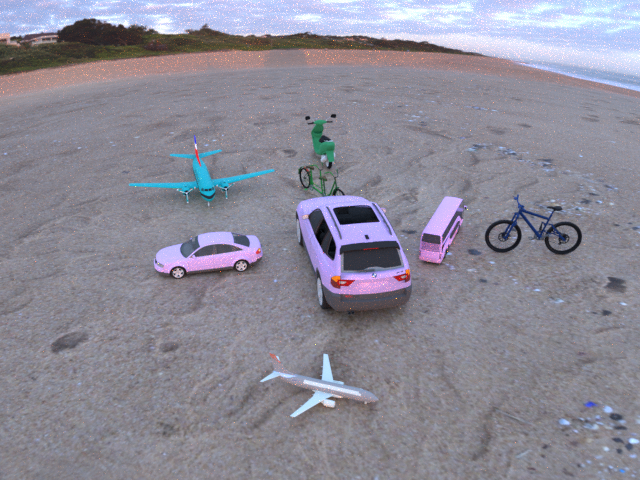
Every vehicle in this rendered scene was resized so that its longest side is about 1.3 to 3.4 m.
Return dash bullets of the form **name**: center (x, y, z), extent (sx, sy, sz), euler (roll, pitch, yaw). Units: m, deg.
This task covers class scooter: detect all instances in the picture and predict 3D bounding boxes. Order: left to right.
- **scooter**: center (0.056, -2.074, 14.383), extent (0.662, 0.919, 1.399), euler (-7, 28, -13)

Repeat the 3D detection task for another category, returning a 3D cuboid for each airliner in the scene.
- **airliner**: center (0.027, 1.556, 7.821), extent (1.307, 0.429, 1.161), euler (9, 28, 16)

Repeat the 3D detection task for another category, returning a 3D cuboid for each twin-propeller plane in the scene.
- **twin-propeller plane**: center (-2.191, -1.285, 12.980), extent (2.663, 0.792, 2.129), euler (-7, 28, -14)

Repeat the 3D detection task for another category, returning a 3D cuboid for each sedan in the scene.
- **sedan**: center (-1.669, 0.178, 10.456), extent (1.613, 0.483, 0.635), euler (-6, 28, -12)

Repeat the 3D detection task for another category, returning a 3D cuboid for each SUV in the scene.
- **SUV**: center (0.425, -0.036, 10.168), extent (1.276, 1.128, 3.058), euler (-5, 27, -9)

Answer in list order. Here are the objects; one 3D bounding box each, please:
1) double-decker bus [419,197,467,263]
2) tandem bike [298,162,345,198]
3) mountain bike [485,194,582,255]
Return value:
- **double-decker bus**: center (1.963, -0.199, 11.131), extent (0.389, 0.541, 1.672), euler (11, 29, 20)
- **tandem bike**: center (0.028, -1.064, 12.667), extent (0.283, 0.682, 1.642), euler (-16, 31, -28)
- **mountain bike**: center (3.290, -0.182, 10.739), extent (1.469, 0.868, 0.573), euler (2, 27, 4)
